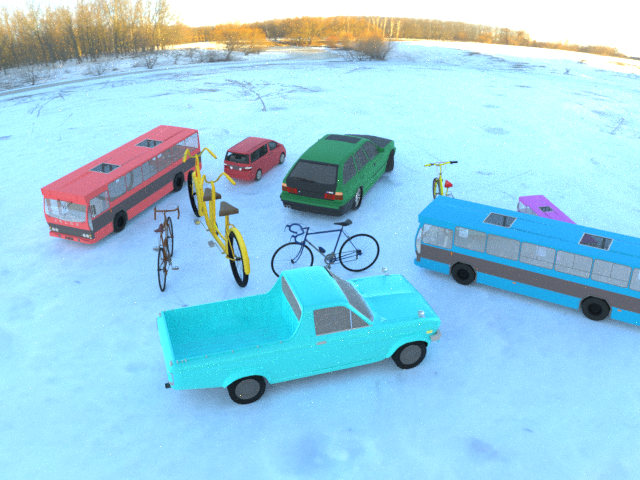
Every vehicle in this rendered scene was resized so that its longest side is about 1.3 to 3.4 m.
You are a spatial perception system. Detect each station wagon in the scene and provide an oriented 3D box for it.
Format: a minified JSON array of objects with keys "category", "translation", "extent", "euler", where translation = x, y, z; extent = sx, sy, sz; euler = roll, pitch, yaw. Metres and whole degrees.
[{"category":"station wagon","translation":[0.426,-1.384,12.373],"extent":[1.327,0.920,3.105],"euler":[11,29,20]}]

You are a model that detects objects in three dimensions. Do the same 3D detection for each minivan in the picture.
[{"category":"minivan","translation":[-1.192,-1.597,13.118],"extent":[0.681,0.616,1.548],"euler":[12,30,21]}]

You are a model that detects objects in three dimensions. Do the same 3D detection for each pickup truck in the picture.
[{"category":"pickup truck","translation":[-0.224,0.926,7.833],"extent":[3.117,0.993,1.244],"euler":[-9,29,-16]}]

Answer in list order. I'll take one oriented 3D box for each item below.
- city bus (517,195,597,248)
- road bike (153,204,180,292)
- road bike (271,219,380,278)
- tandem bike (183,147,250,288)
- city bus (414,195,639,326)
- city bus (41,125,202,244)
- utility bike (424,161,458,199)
[{"category":"city bus","translation":[3.482,-0.127,10.445],"extent":[0.476,0.460,1.674],"euler":[-5,28,-9]},{"category":"road bike","translation":[-2.135,0.063,9.654],"extent":[0.358,0.852,1.545],"euler":[-2,27,-4]},{"category":"road bike","translation":[0.086,0.124,9.535],"extent":[1.545,0.852,0.358],"euler":[-7,28,-13]},{"category":"tandem bike","translation":[-1.544,-0.468,10.163],"extent":[0.550,1.326,3.192],"euler":[-11,29,-20]},{"category":"city bus","translation":[2.899,0.268,9.210],"extent":[3.255,0.894,0.926],"euler":[15,31,27]},{"category":"city bus","translation":[-3.141,-0.982,11.625],"extent":[0.926,0.894,3.255],"euler":[10,29,19]},{"category":"utility bike","translation":[1.927,-0.739,11.100],"extent":[0.535,0.946,1.435],"euler":[-2,27,-5]}]
